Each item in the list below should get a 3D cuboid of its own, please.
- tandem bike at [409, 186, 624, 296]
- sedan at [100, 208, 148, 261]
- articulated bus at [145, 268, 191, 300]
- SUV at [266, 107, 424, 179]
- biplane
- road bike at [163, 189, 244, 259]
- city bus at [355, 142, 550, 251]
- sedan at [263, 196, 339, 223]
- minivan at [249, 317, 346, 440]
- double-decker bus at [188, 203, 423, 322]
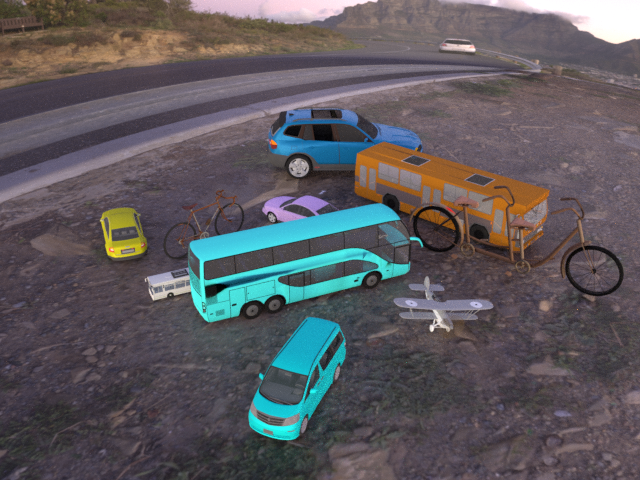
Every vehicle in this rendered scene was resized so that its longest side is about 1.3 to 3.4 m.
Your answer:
[{"bbox_3d":[2.741,-0.119,10.057,3.192,1.326,0.550,17,33,28],"label":"tandem bike"},{"bbox_3d":[-3.116,-0.180,11.053,0.635,0.483,1.613,-10,30,-17],"label":"sedan"},{"bbox_3d":[-1.584,0.500,10.004,1.749,0.289,0.311,-13,31,-22],"label":"articulated bus"},{"bbox_3d":[0.481,-1.934,13.608,3.058,1.128,1.276,0,28,0],"label":"SUV"},{"bbox_3d":[1.549,0.856,9.122,1.336,0.504,1.090,-5,29,-10],"label":"biplane"},{"bbox_3d":[-1.777,-0.259,10.812,0.358,0.852,1.545,25,37,38],"label":"road bike"},{"bbox_3d":[2.089,-0.751,11.675,3.255,0.894,0.926,23,36,36],"label":"city bus"},{"bbox_3d":[-0.253,-0.461,11.571,1.613,0.483,0.635,20,35,33],"label":"sedan"},{"bbox_3d":[-0.232,1.510,7.801,0.681,0.616,1.548,12,31,20],"label":"minivan"},{"bbox_3d":[-0.168,0.262,9.643,3.251,1.052,0.756,-12,31,-22],"label":"double-decker bus"}]
